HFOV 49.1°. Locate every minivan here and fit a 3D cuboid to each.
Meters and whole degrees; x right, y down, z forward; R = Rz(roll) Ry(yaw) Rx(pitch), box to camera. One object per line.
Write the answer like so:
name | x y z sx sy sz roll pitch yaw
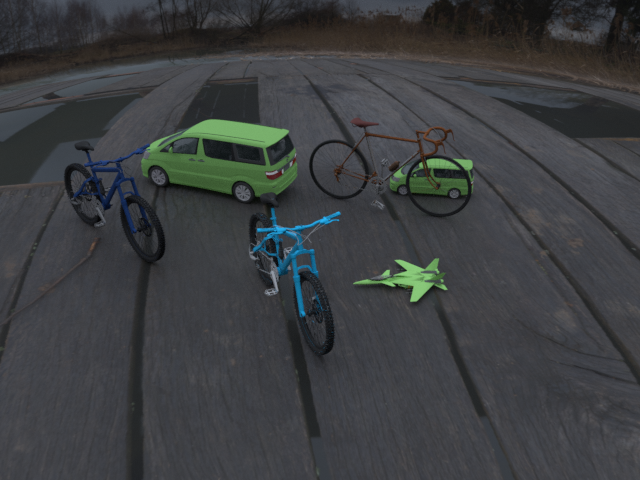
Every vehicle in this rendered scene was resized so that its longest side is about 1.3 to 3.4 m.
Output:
minivan | -1.963 -1.604 13.251 3.011 1.197 1.324 12 32 20
minivan | 2.096 -1.197 13.123 1.548 0.616 0.681 5 30 8

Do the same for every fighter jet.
fighter jet | 1.165 0.536 10.397 1.358 0.286 1.147 -3 30 -5

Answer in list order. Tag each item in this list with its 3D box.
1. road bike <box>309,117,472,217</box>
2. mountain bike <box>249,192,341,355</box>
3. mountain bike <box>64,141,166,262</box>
road bike | 1.189 -1.315 12.275 3.004 1.656 0.697 12 32 20
mountain bike | -0.458 0.269 9.448 1.114 1.688 2.857 -13 32 -21
mountain bike | -3.390 -0.734 11.219 2.857 1.688 1.114 25 38 37
